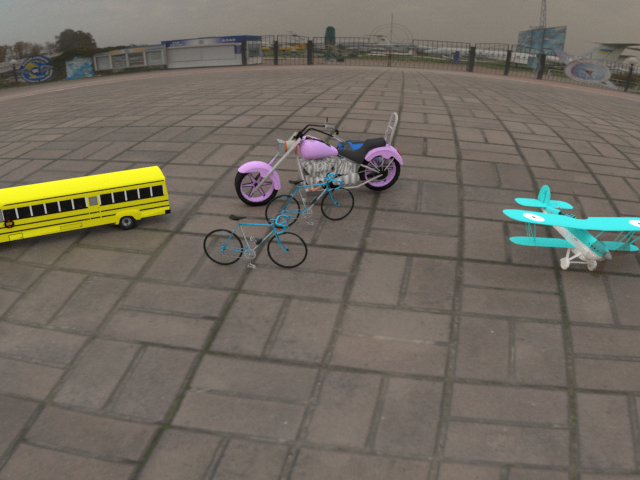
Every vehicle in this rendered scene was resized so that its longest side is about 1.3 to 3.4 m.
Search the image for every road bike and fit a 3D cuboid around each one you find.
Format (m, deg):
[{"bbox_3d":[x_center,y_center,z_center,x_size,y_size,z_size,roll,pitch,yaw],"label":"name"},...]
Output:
[{"bbox_3d":[-0.156,-0.641,11.467,1.545,0.852,0.358,-9,28,-17],"label":"road bike"},{"bbox_3d":[-0.949,0.015,10.180,1.545,0.852,0.358,3,27,5],"label":"road bike"}]

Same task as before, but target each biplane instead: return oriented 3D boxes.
[{"bbox_3d":[3.771,-0.185,10.429,2.598,0.981,2.120,-5,27,-10],"label":"biplane"}]

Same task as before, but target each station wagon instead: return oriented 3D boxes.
[{"bbox_3d":[0.769,-1.746,14.049,0.682,0.473,1.597,-5,27,-10],"label":"station wagon"}]

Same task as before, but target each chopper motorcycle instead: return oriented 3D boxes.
[{"bbox_3d":[0.003,-1.422,12.306,3.040,1.480,0.906,-6,28,-12],"label":"chopper motorcycle"}]

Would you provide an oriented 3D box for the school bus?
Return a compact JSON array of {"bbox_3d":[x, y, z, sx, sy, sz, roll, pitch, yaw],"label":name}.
[{"bbox_3d":[-4.123,-0.497,11.191,3.322,0.844,0.709,-12,29,-22],"label":"school bus"}]
